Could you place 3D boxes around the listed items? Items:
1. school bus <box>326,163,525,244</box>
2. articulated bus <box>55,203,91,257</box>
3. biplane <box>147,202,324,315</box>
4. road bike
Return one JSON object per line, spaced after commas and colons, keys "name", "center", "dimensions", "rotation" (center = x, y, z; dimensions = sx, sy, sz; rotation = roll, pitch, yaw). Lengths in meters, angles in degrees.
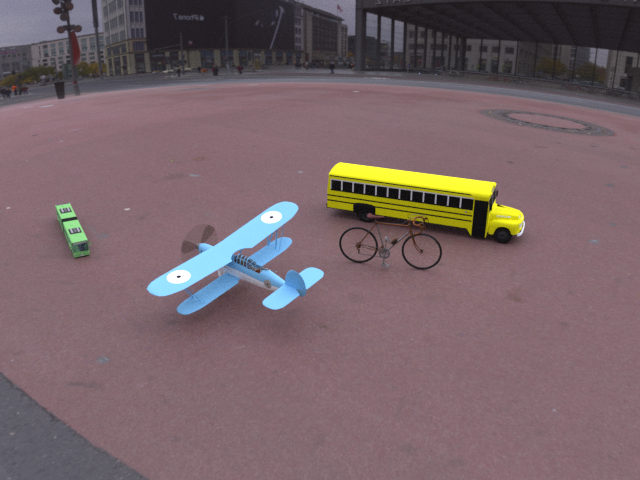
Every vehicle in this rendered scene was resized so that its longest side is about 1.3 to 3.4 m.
{"name": "school bus", "center": [1.770, -0.666, 11.830], "dimensions": [3.322, 0.844, 0.709], "rotation": [10, 27, 20]}
{"name": "articulated bus", "center": [-4.065, -0.184, 11.461], "dimensions": [0.311, 0.289, 1.749], "rotation": [-12, 28, -24]}
{"name": "biplane", "center": [-1.000, 0.409, 9.404], "dimensions": [2.120, 0.981, 2.598], "rotation": [20, 32, 36]}
{"name": "road bike", "center": [1.042, 0.009, 10.399], "dimensions": [1.545, 0.852, 0.358], "rotation": [6, 26, 12]}
